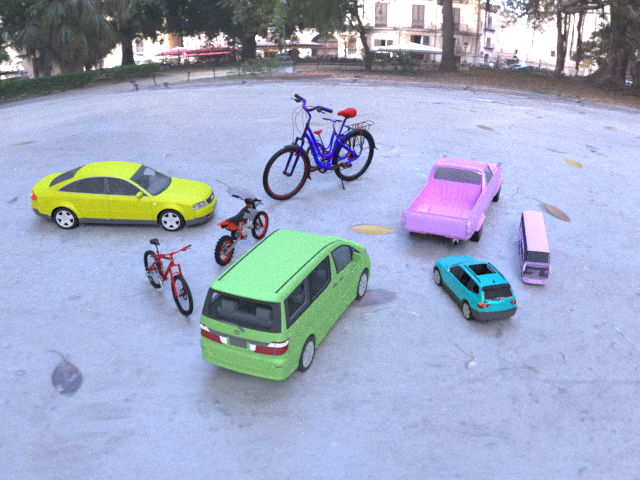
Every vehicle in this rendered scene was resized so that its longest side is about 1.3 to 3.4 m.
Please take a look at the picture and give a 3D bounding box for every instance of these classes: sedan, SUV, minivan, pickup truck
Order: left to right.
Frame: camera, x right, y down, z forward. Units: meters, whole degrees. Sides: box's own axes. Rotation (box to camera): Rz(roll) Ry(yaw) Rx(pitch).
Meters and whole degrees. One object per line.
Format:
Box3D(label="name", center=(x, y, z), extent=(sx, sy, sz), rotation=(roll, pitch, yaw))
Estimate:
Box3D(label="sedan", center=(-3.361, -0.819, 12.067), extent=(3.137, 0.940, 1.235), rotation=(1, 25, 3))
Box3D(label="minivan", center=(-0.307, 0.551, 8.864), extent=(1.324, 1.197, 3.011), rotation=(11, 27, 21))
Box3D(label="pickup truck", center=(2.349, -0.826, 12.021), extent=(1.244, 0.993, 3.117), rotation=(10, 27, 20))
Box3D(label="SUV", center=(2.102, 0.559, 9.568), extent=(0.656, 0.580, 1.572), rotation=(-6, 26, -13))

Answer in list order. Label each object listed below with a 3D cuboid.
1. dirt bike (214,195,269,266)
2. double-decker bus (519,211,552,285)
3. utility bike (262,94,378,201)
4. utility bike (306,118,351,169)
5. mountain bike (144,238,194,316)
Box3D(label="dirt bike", center=(-1.212, -0.217, 10.888), extent=(0.527, 0.857, 1.493), rotation=(12, 28, 24))
Box3D(label="double-decker bus", center=(3.224, 0.108, 10.569), extent=(0.389, 0.541, 1.672), rotation=(5, 26, 11))
Box3D(label="utility bike", center=(0.135, -1.761, 13.010), extent=(2.791, 1.839, 1.039), rotation=(-19, 31, -35))
Box3D(label="utility bike", center=(0.133, -2.063, 14.697), extent=(0.535, 0.946, 1.435), rotation=(22, 33, 39))
Box3D(label="mountain bike", center=(-2.089, 0.433, 9.499), extent=(0.573, 0.868, 1.469), rotation=(-17, 30, -32))
